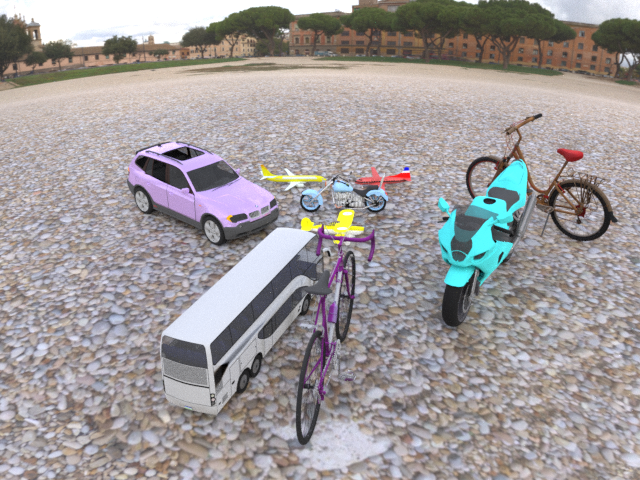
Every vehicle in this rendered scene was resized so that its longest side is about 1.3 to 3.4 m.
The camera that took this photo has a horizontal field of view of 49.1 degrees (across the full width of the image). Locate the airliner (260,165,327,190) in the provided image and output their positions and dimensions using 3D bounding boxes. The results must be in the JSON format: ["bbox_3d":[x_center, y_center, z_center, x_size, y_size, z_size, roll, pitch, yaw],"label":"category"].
[{"bbox_3d":[-0.523,-1.278,13.645,1.307,0.429,1.161,-1,26,-2],"label":"airliner"}]

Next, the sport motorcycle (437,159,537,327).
[{"bbox_3d":[2.328,-0.025,9.789,0.983,1.596,2.955,14,30,26],"label":"sport motorcycle"}]

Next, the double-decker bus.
[{"bbox_3d":[-0.804,0.823,8.687,0.756,1.052,3.251,10,28,20],"label":"double-decker bus"}]

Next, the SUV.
[{"bbox_3d":[-2.087,-0.911,12.114,3.058,1.128,1.276,21,33,36],"label":"SUV"}]

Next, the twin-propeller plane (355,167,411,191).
[{"bbox_3d":[1.213,-1.202,13.517,1.095,0.407,1.370,-2,26,-4],"label":"twin-propeller plane"}]

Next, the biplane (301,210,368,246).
[{"bbox_3d":[0.234,-0.195,11.367,1.090,0.504,1.336,3,26,7],"label":"biplane"}]

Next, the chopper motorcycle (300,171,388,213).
[{"bbox_3d":[0.424,-0.844,12.392,1.563,0.761,0.466,2,26,5],"label":"chopper motorcycle"}]

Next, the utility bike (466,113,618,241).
[{"bbox_3d":[3.562,-1.025,11.541,2.791,1.839,1.039,23,35,39],"label":"utility bike"}]

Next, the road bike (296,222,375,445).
[{"bbox_3d":[0.121,0.886,7.877,0.697,1.656,3.004,6,27,11],"label":"road bike"}]
